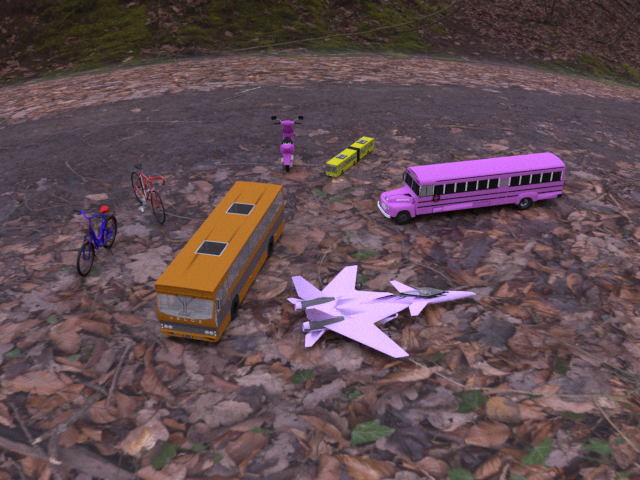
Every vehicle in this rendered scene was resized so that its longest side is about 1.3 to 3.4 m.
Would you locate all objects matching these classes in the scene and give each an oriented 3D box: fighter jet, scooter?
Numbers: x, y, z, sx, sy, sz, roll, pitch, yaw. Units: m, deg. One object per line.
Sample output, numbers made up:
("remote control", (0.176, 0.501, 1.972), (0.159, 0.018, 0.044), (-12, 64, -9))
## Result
("fighter jet", (0.947, 0.778, 9.624), (2.640, 0.557, 2.229), (-7, 30, -12))
("scooter", (-0.658, -2.029, 14.251), (0.662, 0.919, 1.399), (-1, 29, -1))

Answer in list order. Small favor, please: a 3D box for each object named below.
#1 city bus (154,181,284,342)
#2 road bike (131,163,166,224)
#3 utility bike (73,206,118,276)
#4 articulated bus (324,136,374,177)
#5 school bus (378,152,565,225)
("city bus", (-1.342, 0.215, 10.282), (0.926, 0.894, 3.255), (6, 30, 11))
("road bike", (-3.032, -0.865, 12.247), (0.358, 0.852, 1.545), (-18, 34, -29))
("utility bike", (-3.396, -0.106, 10.801), (0.535, 0.946, 1.435), (5, 30, 8))
("articulated bus", (0.633, -1.725, 14.352), (0.311, 0.289, 1.749), (15, 33, 25))
("school bus", (2.665, -0.938, 12.386), (3.322, 0.844, 0.709), (-7, 30, -13))
